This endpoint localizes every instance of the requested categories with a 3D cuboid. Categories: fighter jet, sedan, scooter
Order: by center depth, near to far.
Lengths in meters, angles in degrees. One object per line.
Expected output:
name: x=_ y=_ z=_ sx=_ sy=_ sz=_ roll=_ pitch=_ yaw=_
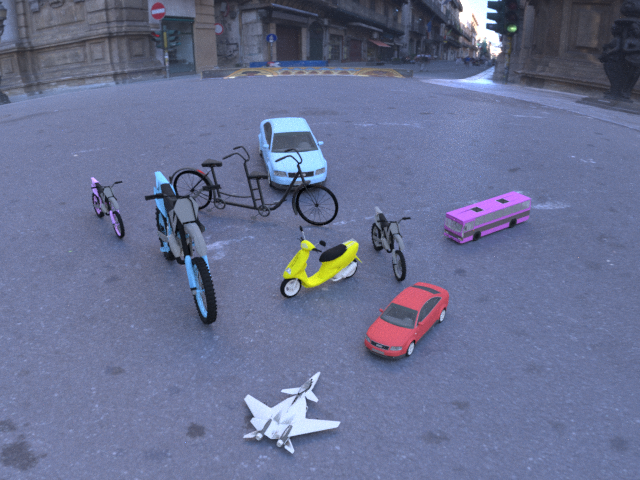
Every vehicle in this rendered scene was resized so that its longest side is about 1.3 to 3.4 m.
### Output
fighter jet: x=-0.276 y=1.782 z=7.815 sx=1.147 sy=0.286 sz=1.358 roll=11 pitch=29 yaw=21
sedan: x=1.157 y=0.990 z=9.183 sx=0.635 sy=0.483 sz=1.613 roll=16 pitch=31 yaw=30
scooter: x=0.022 y=0.278 z=10.121 sx=1.399 sy=0.919 sz=0.662 roll=-17 pitch=31 yaw=-30
sedan: x=-0.606 y=-1.937 z=14.534 sx=1.235 sy=0.940 sz=3.137 roll=-4 pitch=27 yaw=-9

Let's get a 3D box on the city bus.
city bus: x=2.871 y=-0.381 z=11.954 sx=1.674 sy=0.460 sz=0.476 roll=-17 pitch=31 yaw=-31

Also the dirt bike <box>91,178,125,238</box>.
dirt bike: x=-3.647 y=-0.616 z=11.979 sx=0.527 sy=0.857 sz=1.493 roll=-17 pitch=31 yaw=-30

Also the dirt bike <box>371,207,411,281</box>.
dirt bike: x=1.061 y=-0.010 z=10.766 sx=0.527 sy=0.857 sz=1.493 roll=-6 pitch=27 yaw=-12

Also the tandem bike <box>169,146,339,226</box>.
tandem bike: x=-1.210 y=-0.996 z=12.217 sx=3.192 sy=1.326 sz=0.550 roll=8 pitch=28 yaw=15

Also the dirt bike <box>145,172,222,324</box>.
dirt bike: x=-1.959 y=-0.062 z=9.964 sx=1.024 sy=1.666 sz=2.903 roll=-11 pitch=29 yaw=-22
